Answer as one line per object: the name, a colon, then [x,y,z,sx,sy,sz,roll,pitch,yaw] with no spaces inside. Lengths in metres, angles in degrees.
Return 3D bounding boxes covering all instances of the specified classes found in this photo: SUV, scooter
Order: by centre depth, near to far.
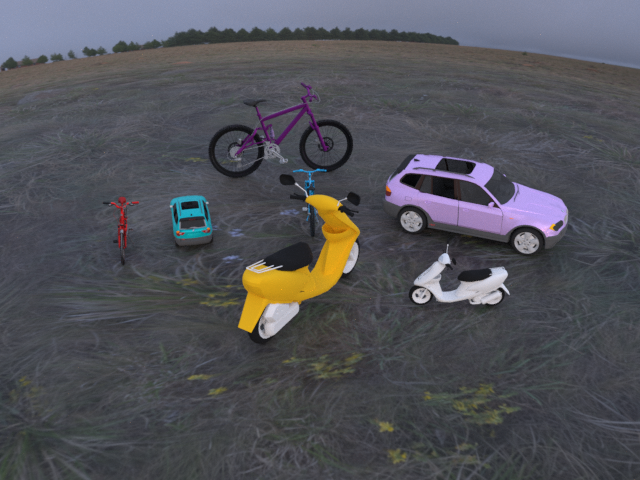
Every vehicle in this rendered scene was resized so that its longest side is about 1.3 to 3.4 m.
scooter: [-0.184,0.162,9.461,1.288,1.786,2.721,18,34,29]
scooter: [1.950,0.519,9.713,1.399,0.919,0.662,1,29,1]
SUV: [2.573,-0.685,11.684,3.058,1.128,1.276,12,31,20]
SUV: [-2.174,-0.417,11.764,0.656,0.580,1.572,-6,29,-12]

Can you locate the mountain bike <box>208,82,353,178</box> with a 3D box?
mountain bike: [-0.748,-2.051,13.585,2.857,1.688,1.114,-5,29,-8]

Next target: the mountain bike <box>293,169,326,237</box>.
mountain bike: [-0.158,-0.687,11.957,0.573,0.868,1.469,-2,29,-3]

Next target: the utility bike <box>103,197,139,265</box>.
utility bike: [-3.100,-0.272,11.123,0.535,0.946,1.435,-6,29,-11]
